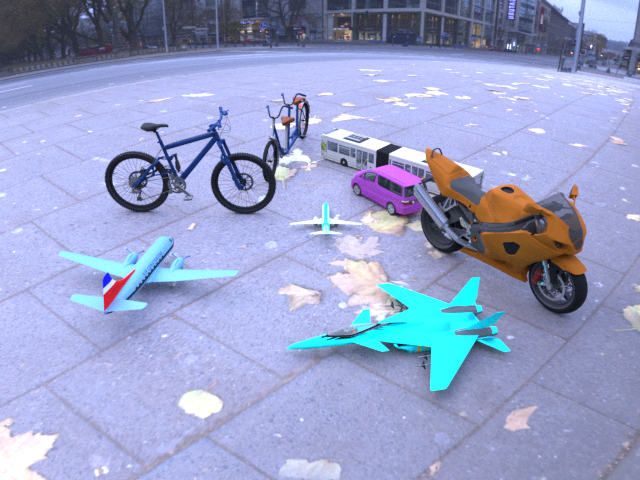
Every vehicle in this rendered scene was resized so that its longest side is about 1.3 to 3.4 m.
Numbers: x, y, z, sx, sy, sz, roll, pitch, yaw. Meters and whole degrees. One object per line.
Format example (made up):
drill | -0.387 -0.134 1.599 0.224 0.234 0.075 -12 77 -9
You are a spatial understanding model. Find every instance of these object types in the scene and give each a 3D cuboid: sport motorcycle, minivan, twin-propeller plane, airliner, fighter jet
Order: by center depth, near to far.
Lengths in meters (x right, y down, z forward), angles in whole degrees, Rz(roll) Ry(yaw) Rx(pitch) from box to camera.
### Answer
fighter jet | 0.888 1.028 8.582 2.640 0.557 2.229 -6 29 -10
twin-propeller plane | -2.455 0.354 9.566 2.663 0.792 2.129 6 29 10
sport motorcycle | 2.472 -0.181 9.704 0.983 1.596 2.955 -20 34 -31
airliner | 0.094 -0.410 11.335 1.161 0.429 1.307 0 29 0
minivan | 1.177 -0.950 12.125 0.681 0.616 1.548 -19 34 -30

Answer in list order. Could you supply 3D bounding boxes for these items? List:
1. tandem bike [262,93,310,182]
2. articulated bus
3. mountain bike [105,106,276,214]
tandem bike | -0.625 -2.242 13.742 0.550 1.326 3.192 7 29 12
articulated bus | 1.449 -1.420 13.038 3.401 0.561 0.605 22 36 35
mountain bike | -2.154 -1.209 11.484 2.857 1.688 1.114 1 29 2
